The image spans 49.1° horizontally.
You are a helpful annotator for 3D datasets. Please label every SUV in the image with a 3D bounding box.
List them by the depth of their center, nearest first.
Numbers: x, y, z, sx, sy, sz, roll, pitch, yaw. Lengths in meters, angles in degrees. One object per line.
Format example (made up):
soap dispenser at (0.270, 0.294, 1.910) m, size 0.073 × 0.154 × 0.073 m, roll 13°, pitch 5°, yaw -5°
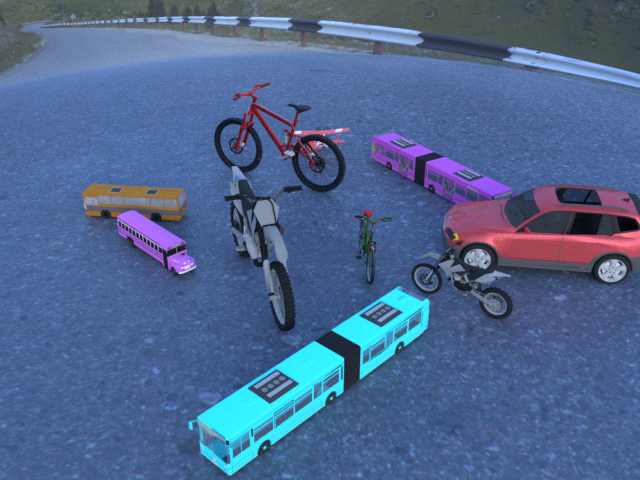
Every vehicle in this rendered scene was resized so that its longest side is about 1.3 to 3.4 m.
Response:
SUV at (3.370, -0.195, 10.422) m, size 3.058 × 1.128 × 1.276 m, roll 4°, pitch 29°, yaw 8°

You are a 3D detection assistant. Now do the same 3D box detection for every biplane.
biplane at (-0.084, -2.047, 14.407) m, size 1.336 × 0.504 × 1.090 m, roll 8°, pitch 30°, yaw 14°

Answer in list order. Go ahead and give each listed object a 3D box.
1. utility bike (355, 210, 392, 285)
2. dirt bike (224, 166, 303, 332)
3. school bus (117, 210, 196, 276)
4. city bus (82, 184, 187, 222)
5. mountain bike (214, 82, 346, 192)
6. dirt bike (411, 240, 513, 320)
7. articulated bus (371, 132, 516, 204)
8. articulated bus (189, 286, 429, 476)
utility bike at (0.747, -0.027, 10.306) m, size 0.535 × 0.946 × 1.435 m, roll -2°, pitch 29°, yaw -4°
dirt bike at (-0.830, -0.056, 9.615) m, size 1.024 × 1.666 × 2.903 m, roll -10°, pitch 31°, yaw -17°
school bus at (-2.512, 0.034, 10.724) m, size 0.365 × 0.434 × 1.708 m, roll -25°, pitch 38°, yaw -37°
city bus at (-3.136, -0.623, 11.884) m, size 1.674 × 0.460 × 0.476 m, roll 4°, pitch 29°, yaw 6°
mountain bike at (-0.796, -1.858, 12.846) m, size 2.857 × 1.688 × 1.114 m, roll 16°, pitch 33°, yaw 26°
dirt bike at (1.901, 0.522, 9.409) m, size 1.493 × 0.857 × 0.527 m, roll 19°, pitch 34°, yaw 31°
articulated bus at (2.138, -1.231, 12.876) m, size 0.605 × 0.561 × 3.401 m, roll -17°, pitch 33°, yaw -28°
articulated bus at (0.061, 1.471, 8.001) m, size 0.605 × 0.561 × 3.401 m, roll 24°, pitch 37°, yaw 37°
